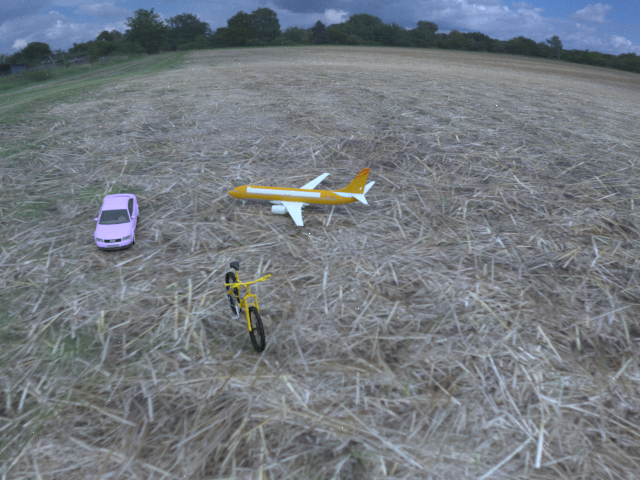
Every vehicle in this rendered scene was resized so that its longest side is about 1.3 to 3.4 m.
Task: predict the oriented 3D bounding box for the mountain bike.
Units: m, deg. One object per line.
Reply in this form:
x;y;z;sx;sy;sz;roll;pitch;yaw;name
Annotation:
-0.958;0.745;8.733;0.573;0.868;1.469;-11;29;-21;mountain bike

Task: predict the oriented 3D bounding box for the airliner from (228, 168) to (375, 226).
-0.373;-0.925;12.000;2.541;0.835;2.257;5;28;10;airliner

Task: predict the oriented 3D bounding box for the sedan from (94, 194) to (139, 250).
-3.275;-0.358;11.287;0.635;0.483;1.613;-4;28;-9;sedan
